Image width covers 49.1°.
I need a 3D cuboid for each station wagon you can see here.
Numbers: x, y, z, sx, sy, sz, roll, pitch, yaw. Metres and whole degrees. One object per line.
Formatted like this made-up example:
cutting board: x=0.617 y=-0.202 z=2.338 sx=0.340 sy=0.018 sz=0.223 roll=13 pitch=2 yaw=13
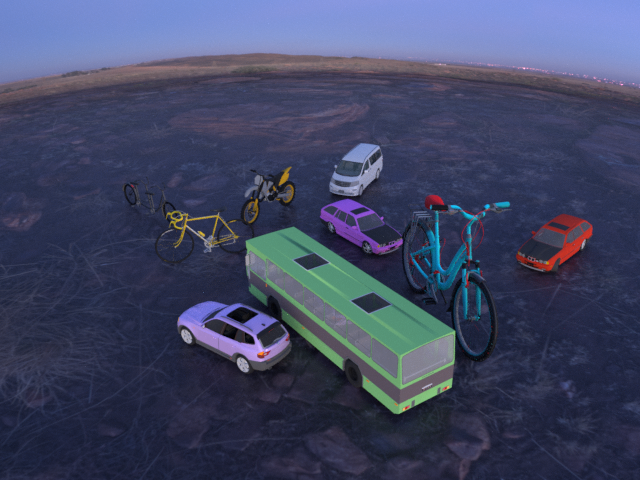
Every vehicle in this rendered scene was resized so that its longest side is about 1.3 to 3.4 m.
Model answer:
station wagon: x=3.684 y=0.003 z=10.955 sx=0.682 sy=0.473 sz=1.597 roll=22 pitch=34 yaw=37
station wagon: x=0.670 y=-0.256 z=11.474 sx=0.682 sy=0.473 sz=1.597 roll=-18 pitch=32 yaw=-32

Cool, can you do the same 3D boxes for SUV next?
SUV: x=-1.082 y=1.094 z=8.650 sx=1.572 sy=0.580 sz=0.656 roll=19 pitch=32 yaw=33

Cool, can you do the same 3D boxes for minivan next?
minivan: x=0.710 y=-1.359 z=13.523 sx=0.681 sy=0.616 sz=1.548 roll=11 pitch=29 yaw=21

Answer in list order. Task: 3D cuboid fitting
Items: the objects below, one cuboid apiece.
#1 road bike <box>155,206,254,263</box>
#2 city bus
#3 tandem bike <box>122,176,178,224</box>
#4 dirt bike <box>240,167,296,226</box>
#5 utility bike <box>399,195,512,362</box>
road bike: x=-1.762 y=-0.100 z=10.739 sx=1.545 sy=0.852 sz=0.358 roll=-9 pitch=28 yaw=-18
city bus: x=0.230 y=0.889 z=8.709 sx=0.926 sy=0.894 sz=3.255 roll=-17 pitch=31 yaw=-31
tandem bike: x=-3.009 y=-0.774 z=12.277 sx=1.642 sy=0.682 sz=0.283 roll=23 pitch=34 yaw=38
dirt bike: x=-0.884 y=-0.826 z=12.186 sx=0.527 sy=0.857 sz=1.493 roll=17 pitch=31 yaw=31
utility bike: x=1.703 y=0.204 z=9.025 sx=1.039 sy=1.839 sz=2.791 roll=-7 pitch=27 yaw=-15
